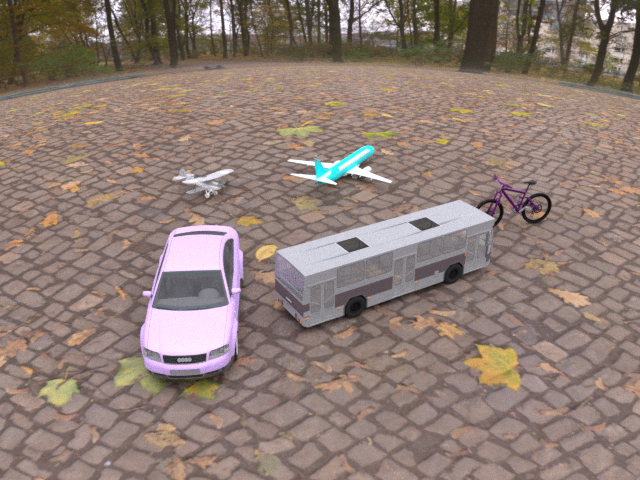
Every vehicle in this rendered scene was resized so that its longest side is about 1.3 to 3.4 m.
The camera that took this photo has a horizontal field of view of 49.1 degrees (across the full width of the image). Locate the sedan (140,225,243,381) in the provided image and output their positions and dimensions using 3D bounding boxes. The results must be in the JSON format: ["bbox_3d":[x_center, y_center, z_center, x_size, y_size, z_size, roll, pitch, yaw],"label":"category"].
[{"bbox_3d":[-1.648,0.625,9.303,1.235,0.940,3.137,-2,28,-3],"label":"sedan"}]

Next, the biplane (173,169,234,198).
[{"bbox_3d":[-2.186,-1.088,13.027,1.090,0.504,1.336,16,32,27],"label":"biplane"}]

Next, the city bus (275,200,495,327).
[{"bbox_3d":[0.979,0.308,9.954,3.255,0.894,0.926,-16,32,-27],"label":"city bus"}]

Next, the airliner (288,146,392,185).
[{"bbox_3d":[0.494,-1.620,13.684,2.257,0.835,2.541,15,31,26],"label":"airliner"}]

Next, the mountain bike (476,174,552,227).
[{"bbox_3d":[3.251,-0.623,11.752,1.469,0.868,0.573,-7,29,-14],"label":"mountain bike"}]
